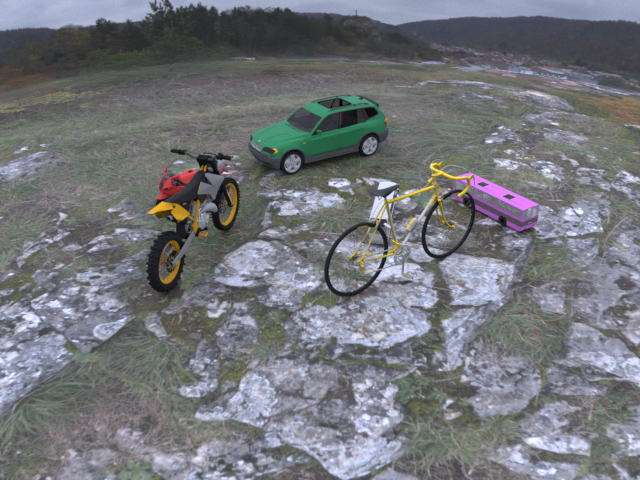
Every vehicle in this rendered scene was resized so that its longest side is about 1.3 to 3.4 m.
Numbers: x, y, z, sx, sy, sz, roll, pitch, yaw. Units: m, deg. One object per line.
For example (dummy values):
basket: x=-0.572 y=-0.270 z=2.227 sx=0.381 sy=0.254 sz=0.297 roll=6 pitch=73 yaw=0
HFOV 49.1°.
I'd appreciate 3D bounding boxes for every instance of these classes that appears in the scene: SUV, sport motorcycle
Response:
SUV: x=-0.006 y=-2.303 z=14.735 sx=3.058 sy=1.128 sz=1.276 roll=-16 pitch=33 yaw=-27
sport motorcycle: x=-2.279 y=-0.961 z=12.610 sx=1.520 sy=0.821 sz=0.506 roll=-21 pitch=35 yaw=-33

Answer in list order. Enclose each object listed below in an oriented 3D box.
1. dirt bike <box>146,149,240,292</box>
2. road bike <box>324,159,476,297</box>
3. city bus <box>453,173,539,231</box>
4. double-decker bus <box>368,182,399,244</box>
dirt bike: x=-1.924 y=-0.475 z=10.846 sx=1.024 sy=1.666 sz=2.903 roll=9 pitch=30 yaw=16
road bike: x=1.273 y=-0.194 z=10.344 sx=3.004 sy=1.656 sz=0.696 roll=-19 pitch=34 yaw=-31
city bus: x=3.097 y=-0.676 z=12.466 sx=0.476 sy=0.460 sz=1.674 roll=-18 pitch=33 yaw=-29
double-decker bus: x=1.094 y=-0.504 z=12.068 sx=0.389 sy=0.541 sz=1.672 roll=5 pitch=29 yaw=9
